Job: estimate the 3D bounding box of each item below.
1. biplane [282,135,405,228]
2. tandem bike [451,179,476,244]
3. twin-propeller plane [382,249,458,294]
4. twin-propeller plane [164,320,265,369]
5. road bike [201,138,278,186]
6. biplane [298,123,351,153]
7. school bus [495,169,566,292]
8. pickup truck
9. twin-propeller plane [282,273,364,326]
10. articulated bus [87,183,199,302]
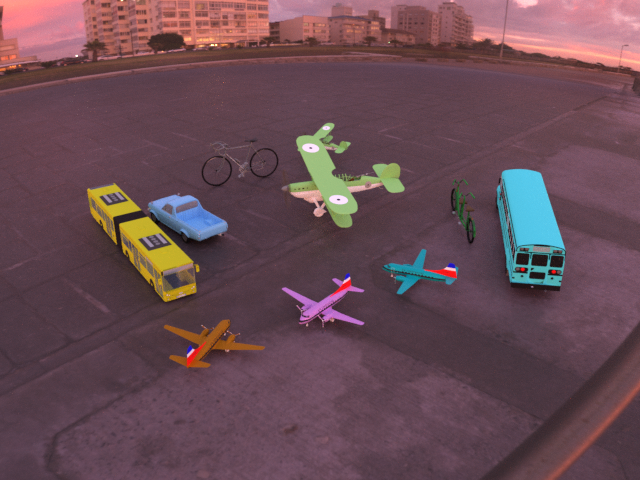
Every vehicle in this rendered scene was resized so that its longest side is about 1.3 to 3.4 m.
[{"bbox_3d":[0.385,-0.939,11.985,2.120,0.981,2.598,-7,28,-14],"label":"biplane"},{"bbox_3d":[2.357,-0.536,11.536,0.283,0.682,1.642,-1,28,-2],"label":"tandem bike"},{"bbox_3d":[1.412,0.426,9.985,1.095,0.407,1.370,11,29,19],"label":"twin-propeller plane"},{"bbox_3d":[-1.343,1.204,8.491,1.370,0.407,1.095,10,29,18],"label":"twin-propeller plane"},{"bbox_3d":[-1.499,-1.497,13.196,1.545,0.852,0.358,-13,30,-23],"label":"road bike"},{"bbox_3d":[0.072,-1.965,14.470,1.090,0.504,1.336,14,31,25],"label":"biplane"},{"bbox_3d":[3.206,-0.305,10.917,0.709,0.844,3.322,4,28,8],"label":"school bus"},{"bbox_3d":[-2.192,-0.407,11.472,0.640,0.511,1.603,-23,35,-36],"label":"pickup truck"},{"bbox_3d":[0.082,0.800,9.267,1.370,0.407,1.095,21,34,34],"label":"twin-propeller plane"},{"bbox_3d":[-2.812,-0.059,10.749,0.605,0.561,3.401,-17,32,-29],"label":"articulated bus"}]
